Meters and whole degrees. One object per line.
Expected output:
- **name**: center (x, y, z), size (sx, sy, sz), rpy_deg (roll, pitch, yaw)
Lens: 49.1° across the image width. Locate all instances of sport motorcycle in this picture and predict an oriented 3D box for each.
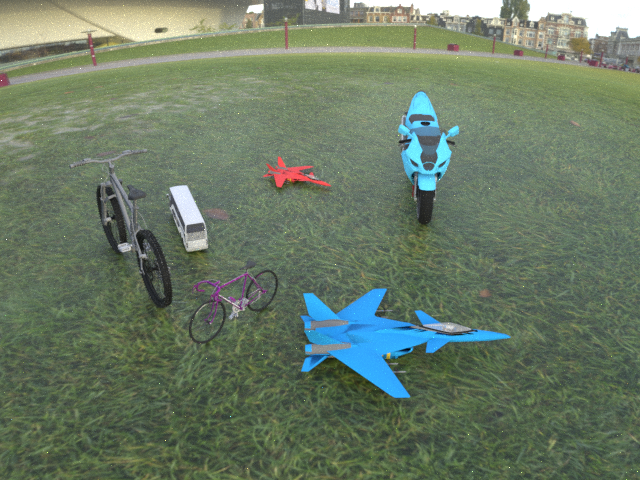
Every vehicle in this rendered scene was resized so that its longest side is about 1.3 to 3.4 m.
- **sport motorcycle**: center (1.812, -1.513, 12.342), size (0.983, 1.596, 2.955), rpy_deg (2, 29, 3)

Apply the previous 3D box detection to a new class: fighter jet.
- **fighter jet**: center (1.078, 1.088, 8.676), size (2.640, 0.557, 2.229), rpy_deg (-1, 29, -2)
- **fighter jet**: center (-0.366, -1.246, 13.218), size (1.358, 0.286, 1.147), rpy_deg (17, 33, 28)

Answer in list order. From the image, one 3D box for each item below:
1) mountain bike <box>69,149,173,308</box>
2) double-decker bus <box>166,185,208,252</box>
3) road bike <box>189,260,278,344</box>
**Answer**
- **mountain bike**: center (-2.710, -0.235, 9.914), size (1.114, 1.688, 2.857), rpy_deg (-17, 33, -28)
- **double-decker bus**: center (-2.169, -0.390, 11.390), size (0.389, 0.541, 1.672), rpy_deg (-10, 30, -17)
- **road bike**: center (-1.089, 0.740, 9.004), size (0.358, 0.852, 1.545), rpy_deg (23, 36, 35)
